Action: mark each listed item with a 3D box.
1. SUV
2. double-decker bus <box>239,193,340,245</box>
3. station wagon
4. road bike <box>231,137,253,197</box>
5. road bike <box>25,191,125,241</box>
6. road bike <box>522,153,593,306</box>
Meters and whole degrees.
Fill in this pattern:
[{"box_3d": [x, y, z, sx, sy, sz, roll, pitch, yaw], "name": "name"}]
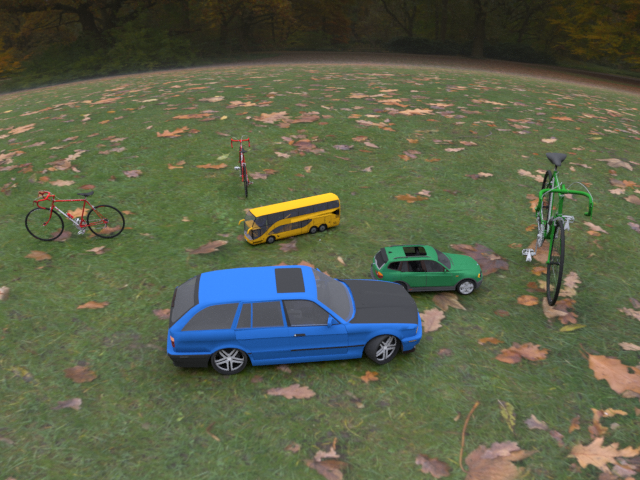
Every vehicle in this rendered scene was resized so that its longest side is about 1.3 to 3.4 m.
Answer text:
[{"box_3d": [1.503, 0.393, 9.878, 1.572, 0.580, 0.656, -2, 28, -4], "name": "SUV"}, {"box_3d": [-0.465, -0.338, 11.324, 1.672, 0.541, 0.389, -13, 30, -24], "name": "double-decker bus"}, {"box_3d": [-0.296, 0.871, 8.594, 3.105, 0.920, 1.327, -3, 28, -5], "name": "station wagon"}, {"box_3d": [-1.433, -1.399, 13.025, 0.358, 0.852, 1.545, -5, 28, -9], "name": "road bike"}, {"box_3d": [-3.892, -0.384, 11.076, 1.545, 0.852, 0.358, -3, 28, -5], "name": "road bike"}, {"box_3d": [3.347, -0.324, 10.091, 0.696, 1.656, 3.004, 6, 28, 10], "name": "road bike"}]
